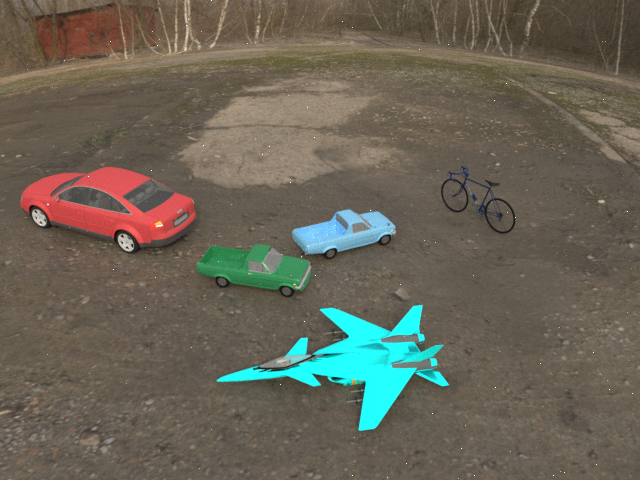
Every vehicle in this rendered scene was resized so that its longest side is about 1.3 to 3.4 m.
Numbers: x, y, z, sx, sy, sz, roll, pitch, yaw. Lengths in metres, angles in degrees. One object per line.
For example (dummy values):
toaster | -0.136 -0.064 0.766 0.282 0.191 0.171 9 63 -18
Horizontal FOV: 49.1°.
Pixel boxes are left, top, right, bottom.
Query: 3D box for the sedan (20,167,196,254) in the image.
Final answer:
sedan | -3.499 -0.646 11.344 3.137 0.940 1.235 14 33 22

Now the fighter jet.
fighter jet | 0.093 1.363 8.276 2.640 0.557 2.229 -6 31 -9

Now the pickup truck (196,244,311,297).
pickup truck | -0.944 0.365 10.034 1.603 0.511 0.640 8 31 13

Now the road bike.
road bike | 2.585 -0.681 11.491 0.358 0.852 1.545 -23 37 -33

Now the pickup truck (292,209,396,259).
pickup truck | 0.382 -0.146 10.911 1.603 0.511 0.640 -14 33 -22
